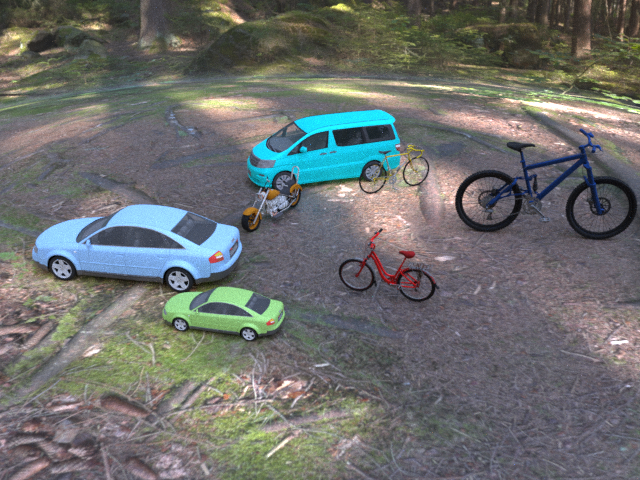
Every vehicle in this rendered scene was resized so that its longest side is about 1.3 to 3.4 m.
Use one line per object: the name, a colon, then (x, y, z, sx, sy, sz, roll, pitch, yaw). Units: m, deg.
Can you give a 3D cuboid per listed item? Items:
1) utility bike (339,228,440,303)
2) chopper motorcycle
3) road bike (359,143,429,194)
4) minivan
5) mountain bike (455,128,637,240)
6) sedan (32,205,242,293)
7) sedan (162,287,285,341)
utility bike: (0.922, 0.395, 9.546, 1.435, 0.946, 0.535, 9, 27, 18)
chopper motorcycle: (-0.820, -0.719, 12.069, 0.466, 0.761, 1.563, 16, 30, 30)
road bike: (1.426, -1.351, 13.276, 1.545, 0.852, 0.358, -11, 28, -22)
minivan: (0.061, -1.798, 13.805, 3.011, 1.197, 1.324, -9, 27, -17)
mountain bike: (3.645, -0.841, 11.254, 2.857, 1.688, 1.114, 4, 26, 9)
sedan: (-2.729, 0.012, 10.346, 3.137, 0.940, 1.235, 5, 26, 10)
sedan: (-1.261, 0.889, 9.055, 1.613, 0.483, 0.635, 6, 26, 12)
